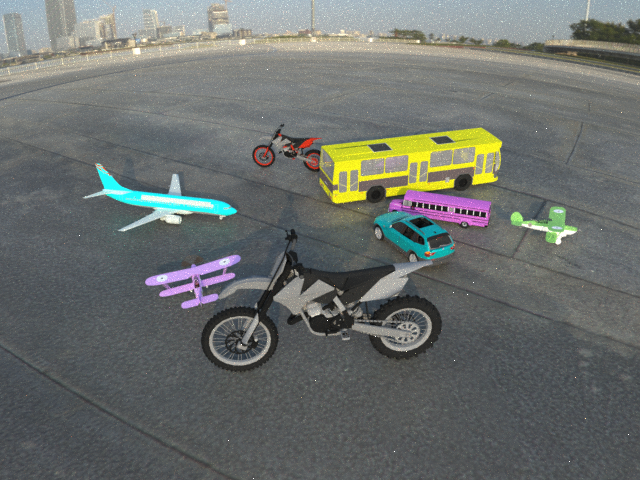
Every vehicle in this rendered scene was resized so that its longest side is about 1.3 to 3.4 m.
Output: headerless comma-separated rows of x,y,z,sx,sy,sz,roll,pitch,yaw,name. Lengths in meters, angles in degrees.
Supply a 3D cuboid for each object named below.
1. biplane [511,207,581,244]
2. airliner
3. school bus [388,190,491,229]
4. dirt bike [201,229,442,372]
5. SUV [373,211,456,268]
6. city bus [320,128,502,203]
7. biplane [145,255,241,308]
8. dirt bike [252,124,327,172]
3.617,-0.237,11.238,1.090,0.504,1.336,10,31,17,biplane
-2.647,-0.818,11.934,2.541,0.835,2.257,6,30,11,airliner
2.005,-0.534,11.838,1.708,0.434,0.365,10,31,17,school bus
0.044,0.806,8.195,2.903,1.666,1.024,-4,30,-6,dirt bike
1.454,-0.107,10.929,0.656,0.580,1.572,-15,33,-25,SUV
1.659,-1.345,12.812,3.255,0.894,0.926,-9,30,-15,city bus
-1.728,0.622,9.708,1.336,0.504,1.090,-7,30,-12,biplane
-0.606,-1.760,13.589,1.493,0.857,0.527,6,30,10,dirt bike
